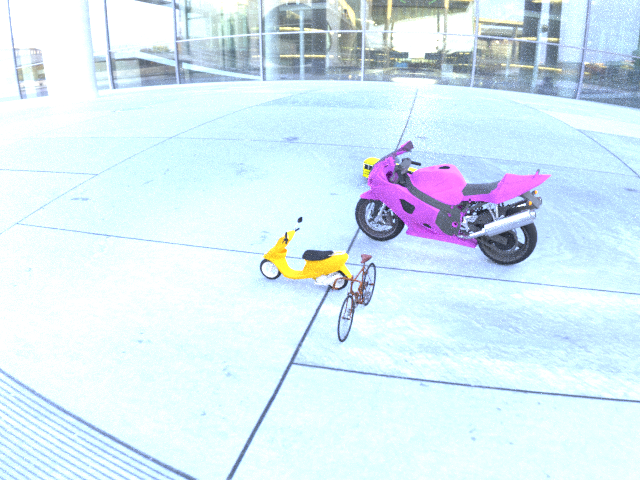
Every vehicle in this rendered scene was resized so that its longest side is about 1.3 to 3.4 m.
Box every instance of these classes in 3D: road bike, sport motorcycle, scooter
[{"bbox_3d":[0.494,0.673,9.042,0.358,0.852,1.545,9,27,19],"label":"road bike"},{"bbox_3d":[1.928,-0.542,10.756,2.955,1.596,0.983,11,27,22],"label":"sport motorcycle"},{"bbox_3d":[-0.215,0.224,9.919,1.399,0.919,0.662,8,26,16],"label":"scooter"}]

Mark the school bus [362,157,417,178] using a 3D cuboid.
[{"bbox_3d":[1.590,-1.200,13.526,1.708,0.434,0.365,21,32,37],"label":"school bus"}]
